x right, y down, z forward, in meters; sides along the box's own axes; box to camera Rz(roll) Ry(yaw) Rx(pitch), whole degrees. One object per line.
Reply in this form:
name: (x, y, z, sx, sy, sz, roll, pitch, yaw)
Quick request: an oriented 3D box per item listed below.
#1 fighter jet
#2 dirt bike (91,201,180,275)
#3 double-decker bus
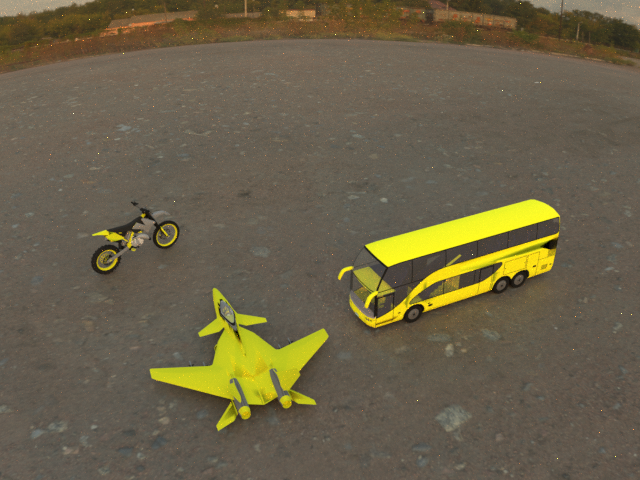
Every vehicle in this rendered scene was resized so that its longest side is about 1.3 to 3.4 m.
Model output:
fighter jet: (-1.033, 1.169, 8.717, 2.229, 0.557, 2.640, -11, 33, -17)
dirt bike: (-2.765, -0.066, 10.475, 1.493, 0.857, 0.527, -26, 40, -36)
double-decker bus: (1.855, 0.307, 9.668, 3.251, 1.052, 0.756, -15, 34, -23)
